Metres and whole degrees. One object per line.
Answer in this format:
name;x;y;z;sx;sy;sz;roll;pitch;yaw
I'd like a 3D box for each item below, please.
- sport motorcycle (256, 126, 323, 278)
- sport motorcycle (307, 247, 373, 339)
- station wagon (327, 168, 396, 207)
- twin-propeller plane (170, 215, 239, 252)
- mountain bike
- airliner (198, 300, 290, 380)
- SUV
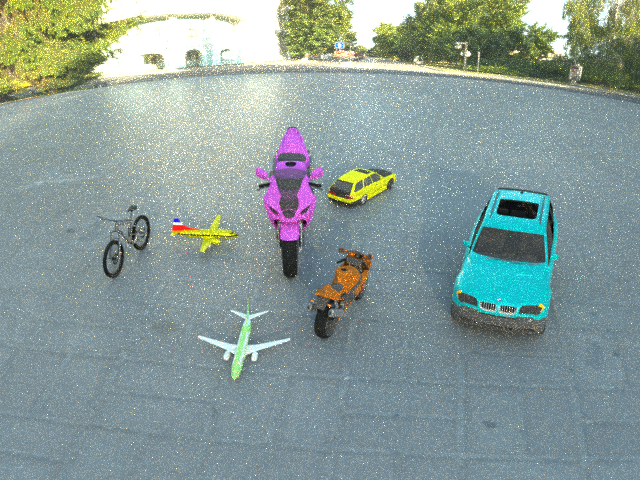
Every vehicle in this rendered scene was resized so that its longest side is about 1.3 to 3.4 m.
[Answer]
sport motorcycle;-0.450;-0.669;11.069;0.983;1.596;2.955;0;27;-1
sport motorcycle;0.302;0.671;9.256;0.506;0.821;1.520;13;29;24
station wagon;0.816;-1.086;13.158;0.682;0.473;1.597;19;32;33
twin-propeller plane;-1.865;-0.152;11.365;1.095;0.407;1.370;2;27;4
mountain bike;-2.947;-0.057;10.660;0.573;0.868;1.469;6;27;11
airliner;-0.960;1.209;8.618;1.161;0.429;1.307;1;27;3
SUV;2.689;0.184;9.887;1.276;1.128;3.058;9;28;17
